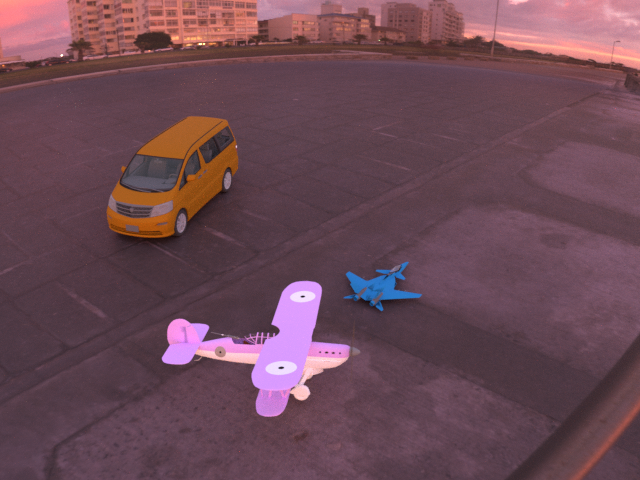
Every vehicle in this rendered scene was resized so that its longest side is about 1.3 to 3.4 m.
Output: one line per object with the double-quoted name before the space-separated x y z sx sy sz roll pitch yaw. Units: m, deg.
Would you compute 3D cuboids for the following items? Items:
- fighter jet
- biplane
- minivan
"fighter jet" 0.925 0.505 9.698 1.147 0.286 1.358 17 32 29
"biplane" -0.617 1.171 7.660 2.120 0.981 2.598 3 28 5
"minivan" -2.435 -1.115 11.832 1.324 1.197 3.011 8 28 15
